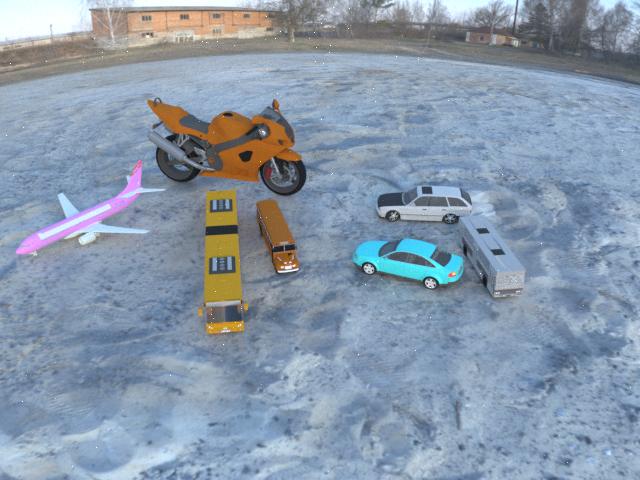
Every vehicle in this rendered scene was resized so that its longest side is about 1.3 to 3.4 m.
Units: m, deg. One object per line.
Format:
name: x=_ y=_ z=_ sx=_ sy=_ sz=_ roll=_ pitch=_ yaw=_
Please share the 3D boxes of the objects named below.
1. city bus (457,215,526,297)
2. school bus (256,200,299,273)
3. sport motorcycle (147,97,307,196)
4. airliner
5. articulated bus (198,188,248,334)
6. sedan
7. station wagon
city bus: x=2.451 y=0.221 z=10.184 sx=0.476 sy=0.460 sz=1.674 roll=-4 pitch=29 yaw=-7
school bus: x=-0.661 y=-0.066 z=10.725 sx=0.365 sy=0.434 sz=1.708 roll=-7 pitch=30 yaw=-13
sport motorcycle: x=-1.651 y=-1.657 z=12.382 sx=2.955 sy=1.596 sz=0.983 roll=9 pitch=30 yaw=15
airliner: x=-3.725 y=-0.507 z=11.104 sx=2.257 sy=0.835 sz=2.541 roll=20 pitch=35 yaw=32
articulated bus: x=-1.414 y=0.170 z=10.173 sx=0.605 sy=0.561 sz=3.401 roll=-4 pitch=29 yaw=-7
sedan: x=1.255 y=0.263 z=10.086 sx=1.613 sy=0.483 sz=0.635 roll=13 pitch=32 yaw=21
station wagon: x=1.734 y=-0.625 z=11.686 sx=1.597 sy=0.473 sz=0.682 roll=2 pitch=29 yaw=4
